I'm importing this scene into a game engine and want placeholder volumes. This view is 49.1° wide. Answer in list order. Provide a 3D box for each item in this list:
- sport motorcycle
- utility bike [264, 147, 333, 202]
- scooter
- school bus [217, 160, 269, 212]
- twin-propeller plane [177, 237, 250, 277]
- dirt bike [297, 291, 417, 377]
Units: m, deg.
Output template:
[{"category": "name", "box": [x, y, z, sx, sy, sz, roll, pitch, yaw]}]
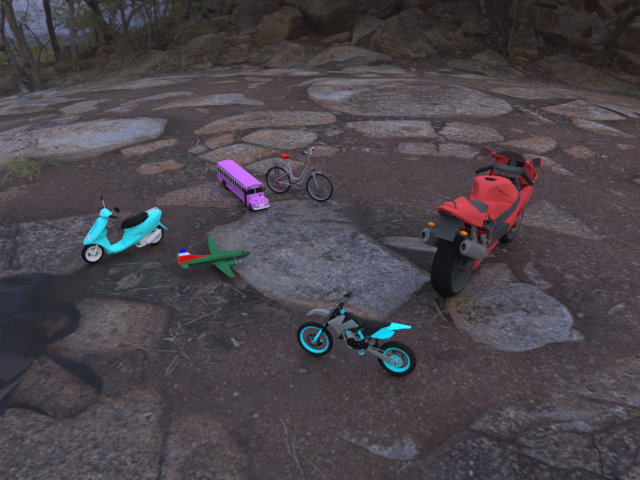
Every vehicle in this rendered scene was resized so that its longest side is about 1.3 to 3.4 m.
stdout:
[{"category": "sport motorcycle", "box": [2.402, -0.320, 10.213, 0.983, 1.596, 2.955, 18, 32, 31]}, {"category": "utility bike", "box": [-0.385, -1.240, 12.775, 1.435, 0.946, 0.535, 12, 29, 23]}, {"category": "scooter", "box": [-3.023, -0.211, 10.752, 1.399, 0.919, 0.662, -19, 32, -33]}, {"category": "school bus", "box": [-1.424, -1.009, 12.886, 0.365, 0.434, 1.708, -14, 30, -26]}, {"category": "twin-propeller plane", "box": [-1.579, 0.231, 10.442, 1.095, 0.407, 1.370, -10, 28, -19]}, {"category": "dirt bike", "box": [0.409, 1.116, 8.174, 1.493, 0.857, 0.527, 10, 28, 20]}]
